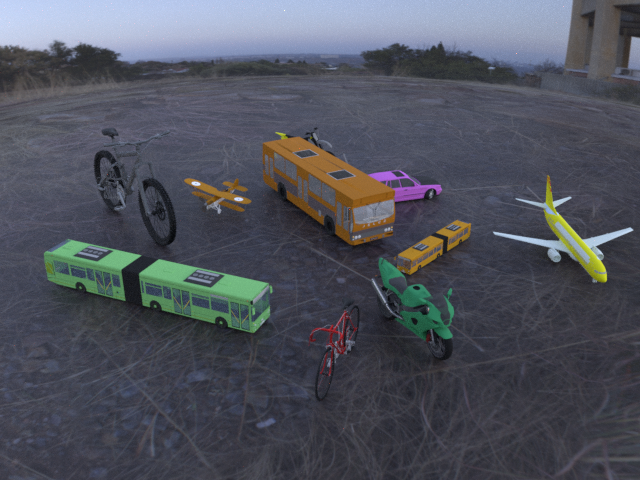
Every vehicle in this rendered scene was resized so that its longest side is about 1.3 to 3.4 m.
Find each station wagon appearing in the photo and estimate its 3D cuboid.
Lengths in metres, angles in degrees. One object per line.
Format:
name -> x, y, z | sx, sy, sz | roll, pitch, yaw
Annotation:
station wagon -> 1.461, -1.008, 12.928 | 1.597, 0.473, 0.682 | -8, 27, -16

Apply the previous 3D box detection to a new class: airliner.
airliner -> 3.897, -0.185, 10.818 | 2.257, 0.835, 2.541 | -2, 26, -4

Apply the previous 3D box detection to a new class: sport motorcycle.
sport motorcycle -> 1.163, 0.845, 8.713 | 0.506, 0.821, 1.520 | -14, 29, -26

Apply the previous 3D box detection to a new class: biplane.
biplane -> -1.725, -0.793, 12.451 | 1.336, 0.504, 1.090 | 12, 28, 23

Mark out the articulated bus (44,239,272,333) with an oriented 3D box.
articulated bus -> -2.259, 0.590, 9.535 | 3.401, 0.561, 0.605 | 11, 28, 21

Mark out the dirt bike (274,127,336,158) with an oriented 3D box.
dirt bike -> -0.317, -1.833, 14.188 | 1.493, 0.857, 0.527 | 12, 28, 23

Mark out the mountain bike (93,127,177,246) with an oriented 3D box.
mountain bike -> -3.137, -1.005, 11.531 | 1.114, 1.688, 2.857 | -20, 32, -35

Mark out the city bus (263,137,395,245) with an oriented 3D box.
city bus -> 0.051, -0.904, 12.231 | 0.926, 0.894, 3.255 | -14, 29, -26

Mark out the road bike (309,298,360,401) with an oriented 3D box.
road bike -> 0.219, 1.162, 8.024 | 0.358, 0.852, 1.545 | 9, 27, 18

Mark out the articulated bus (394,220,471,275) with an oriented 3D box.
articulated bus -> 1.789, 0.089, 10.880 | 0.311, 0.289, 1.749 | 21, 33, 36
